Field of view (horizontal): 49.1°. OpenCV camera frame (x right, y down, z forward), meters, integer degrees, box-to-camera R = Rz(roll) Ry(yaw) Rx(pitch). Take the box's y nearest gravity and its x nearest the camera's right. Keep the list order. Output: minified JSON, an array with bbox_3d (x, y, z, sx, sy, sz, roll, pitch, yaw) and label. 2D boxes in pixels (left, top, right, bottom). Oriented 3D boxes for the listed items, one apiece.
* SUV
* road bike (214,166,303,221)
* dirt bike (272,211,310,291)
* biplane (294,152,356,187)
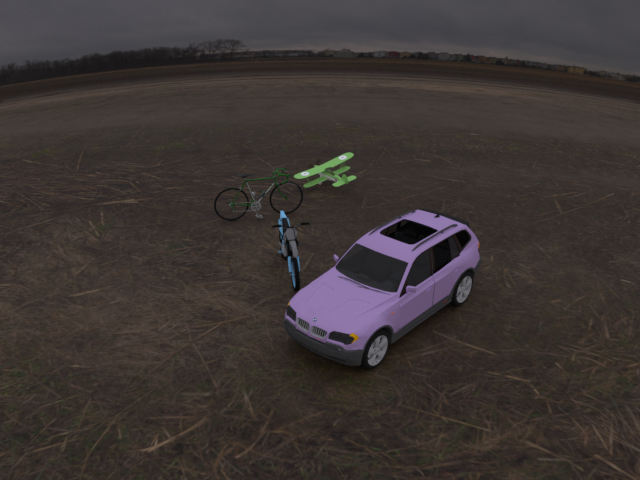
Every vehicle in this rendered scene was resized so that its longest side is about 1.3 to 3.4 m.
[{"bbox_3d":[0.885,0.487,8.945,1.276,1.128,3.058,22,33,37],"label":"SUV"},{"bbox_3d":[-1.031,-0.775,11.839,1.545,0.852,0.358,-8,27,-15],"label":"road bike"},{"bbox_3d":[-0.439,0.085,10.075,0.527,0.857,1.493,-5,27,-10],"label":"dirt bike"},{"bbox_3d":[0.177,-1.219,13.141,1.336,0.504,1.090,-18,31,-32],"label":"biplane"}]
